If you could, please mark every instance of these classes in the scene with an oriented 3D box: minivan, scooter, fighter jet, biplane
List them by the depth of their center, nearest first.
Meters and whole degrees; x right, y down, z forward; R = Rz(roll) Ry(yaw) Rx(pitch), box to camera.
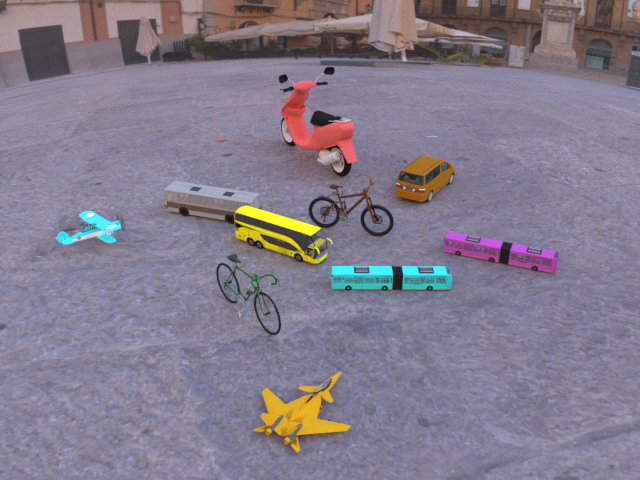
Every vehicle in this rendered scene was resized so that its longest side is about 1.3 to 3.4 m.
[{"bbox_3d":[-0.109,1.783,7.883,1.147,0.286,1.358,17,33,28],"label":"fighter jet"},{"bbox_3d":[-3.649,-0.133,11.164,1.090,0.504,1.336,-22,35,-34],"label":"biplane"},{"bbox_3d":[1.997,-1.215,13.029,0.681,0.616,1.548,17,33,28],"label":"minivan"},{"bbox_3d":[-0.094,-2.435,14.042,1.288,1.786,2.721,-17,33,-28],"label":"scooter"}]

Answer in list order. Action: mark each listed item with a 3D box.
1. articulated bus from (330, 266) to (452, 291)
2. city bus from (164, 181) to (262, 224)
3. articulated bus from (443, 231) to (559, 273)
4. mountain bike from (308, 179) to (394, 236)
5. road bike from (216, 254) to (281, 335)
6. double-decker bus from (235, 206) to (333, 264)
[{"bbox_3d":[1.015,0.548,10.141,1.749,0.289,0.311,0,29,0],"label":"articulated bus"},{"bbox_3d":[-1.860,-0.633,12.124,1.674,0.460,0.476,9,30,17],"label":"city bus"},{"bbox_3d":[2.770,0.181,10.813,1.749,0.289,0.311,12,31,20],"label":"articulated bus"},{"bbox_3d":[0.502,-0.524,11.499,1.469,0.868,0.573,10,30,17],"label":"mountain bike"},{"bbox_3d":[-0.982,0.665,9.340,0.358,0.852,1.545,-21,35,-33],"label":"road bike"},{"bbox_3d":[-0.609,-0.078,11.025,1.672,0.541,0.389,17,33,28],"label":"double-decker bus"}]
